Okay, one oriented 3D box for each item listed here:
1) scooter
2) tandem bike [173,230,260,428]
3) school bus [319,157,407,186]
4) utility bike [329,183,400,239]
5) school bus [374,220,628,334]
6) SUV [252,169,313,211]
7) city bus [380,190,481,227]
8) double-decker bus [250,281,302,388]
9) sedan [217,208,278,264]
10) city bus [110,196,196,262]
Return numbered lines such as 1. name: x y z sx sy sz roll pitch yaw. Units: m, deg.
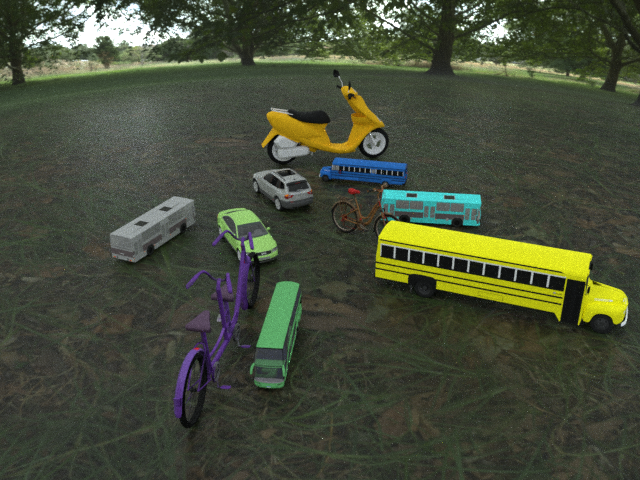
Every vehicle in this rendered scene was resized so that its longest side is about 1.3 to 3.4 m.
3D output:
1. scooter: 0.138 -2.480 14.425 2.721 1.786 1.288 -5 26 -11
2. tandem bike: -1.129 0.817 8.139 0.550 1.326 3.192 4 26 9
3. school bus: 0.830 -1.321 13.584 1.708 0.434 0.365 7 27 14
4. utility bike: 0.761 -0.477 11.251 1.435 0.946 0.535 18 31 33
5. school bus: 2.415 0.448 9.455 3.322 0.844 0.709 11 28 21
6. SUV: -0.695 -1.023 12.799 0.656 0.580 1.572 -13 29 -25
7. city bus: 1.874 -0.530 11.918 1.674 0.460 0.476 4 26 8
8. double-decker bus: -0.490 1.122 8.409 0.389 0.541 1.672 3 26 5
9. sedan: -1.159 -0.129 11.062 0.635 0.483 1.613 -11 28 -22
10. city bus: -2.627 -0.174 11.183 0.476 0.460 1.674 11 28 22
